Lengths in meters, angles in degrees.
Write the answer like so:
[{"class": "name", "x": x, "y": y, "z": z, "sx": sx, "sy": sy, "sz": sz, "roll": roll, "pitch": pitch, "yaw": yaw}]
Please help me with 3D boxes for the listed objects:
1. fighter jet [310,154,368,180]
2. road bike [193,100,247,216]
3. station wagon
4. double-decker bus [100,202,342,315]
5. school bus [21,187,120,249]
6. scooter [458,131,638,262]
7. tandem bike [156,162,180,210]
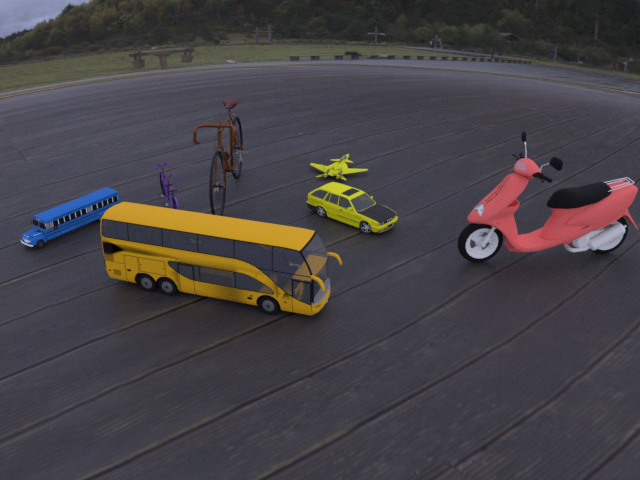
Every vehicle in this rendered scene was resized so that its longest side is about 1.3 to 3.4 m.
[{"class": "fighter jet", "x": 0.394, "y": -1.528, "z": 13.641, "sx": 1.147, "sy": 0.286, "sz": 1.358, "roll": 8, "pitch": 28, "yaw": 15}, {"class": "road bike", "x": -1.609, "y": -1.515, "z": 12.116, "sx": 0.696, "sy": 1.656, "sz": 3.004, "roll": 2, "pitch": 27, "yaw": 3}, {"class": "station wagon", "x": 0.528, "y": -0.569, "z": 11.565, "sx": 1.597, "sy": 0.473, "sz": 0.682, "roll": 22, "pitch": 34, "yaw": 36}, {"class": "double-decker bus", "x": -1.365, "y": 0.241, "z": 9.351, "sx": 3.251, "sy": 1.052, "sz": 0.756, "roll": 9, "pitch": 28, "yaw": 16}, {"class": "school bus", "x": -3.983, "y": -0.366, "z": 11.212, "sx": 0.365, "sy": 0.434, "sz": 1.708, "roll": 18, "pitch": 32, "yaw": 32}, {"class": "scooter", "x": 3.349, "y": -0.541, "z": 10.072, "sx": 2.721, "sy": 1.786, "sz": 1.288, "roll": -4, "pitch": 27, "yaw": -7}, {"class": "tandem bike", "x": -2.575, "y": -0.865, "z": 11.914, "sx": 0.283, "sy": 0.682, "sz": 1.642, "roll": -10, "pitch": 29, "yaw": -19}]
